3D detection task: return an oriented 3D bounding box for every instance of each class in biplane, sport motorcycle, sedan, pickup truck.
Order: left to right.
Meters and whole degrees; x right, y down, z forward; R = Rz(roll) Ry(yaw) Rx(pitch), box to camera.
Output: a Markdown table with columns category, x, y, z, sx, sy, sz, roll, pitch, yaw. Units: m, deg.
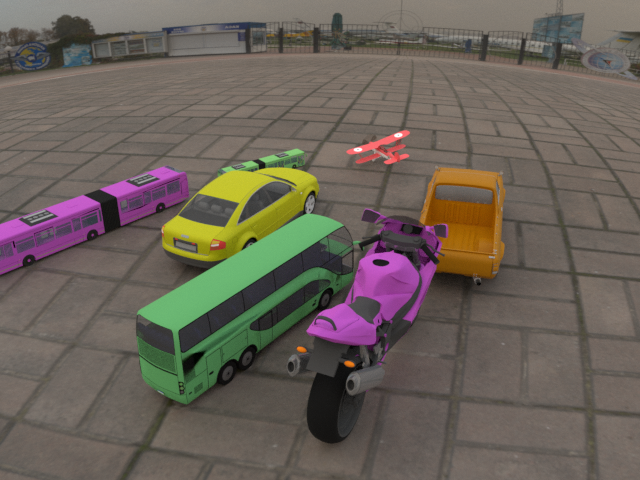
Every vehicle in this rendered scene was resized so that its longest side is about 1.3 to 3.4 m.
| category | x | y | z | sx | sy | sz | roll | pitch | yaw |
| --- | --- | --- | --- | --- | --- | --- | --- | --- | --- |
| sedan | -1.080 | -0.542 | 10.495 | 1.235 | 0.940 | 3.137 | 14 | 31 | 24 |
| sport motorcycle | 0.590 | 0.775 | 7.307 | 0.983 | 1.596 | 2.955 | 13 | 30 | 22 |
| biplane | 1.169 | -1.632 | 13.016 | 1.336 | 0.504 | 1.090 | -14 | 31 | -24 |
| pickup truck | 2.064 | -0.398 | 10.164 | 1.244 | 0.993 | 3.117 | 7 | 29 | 12 |

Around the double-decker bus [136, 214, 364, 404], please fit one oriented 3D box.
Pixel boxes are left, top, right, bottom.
| category | x | y | z | sx | sy | sz | roll | pitch | yaw |
| --- | --- | --- | --- | --- | --- | --- | --- | --- | --- |
| double-decker bus | -0.685 | 0.637 | 8.148 | 0.756 | 1.052 | 3.251 | 19 | 33 | 31 |

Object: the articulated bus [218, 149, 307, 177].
| category | x | y | z | sx | sy | sz | roll | pitch | yaw |
| --- | --- | --- | --- | --- | --- | --- | --- | --- | --- |
| articulated bus | -1.026 | -1.316 | 12.650 | 1.749 | 0.289 | 0.311 | -20 | 34 | -33 |

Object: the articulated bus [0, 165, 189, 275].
| category | x | y | z | sx | sy | sz | roll | pitch | yaw |
| --- | --- | --- | --- | --- | --- | --- | --- | --- | --- |
| articulated bus | -3.464 | -0.376 | 10.584 | 0.605 | 0.561 | 3.401 | 22 | 35 | 35 |
